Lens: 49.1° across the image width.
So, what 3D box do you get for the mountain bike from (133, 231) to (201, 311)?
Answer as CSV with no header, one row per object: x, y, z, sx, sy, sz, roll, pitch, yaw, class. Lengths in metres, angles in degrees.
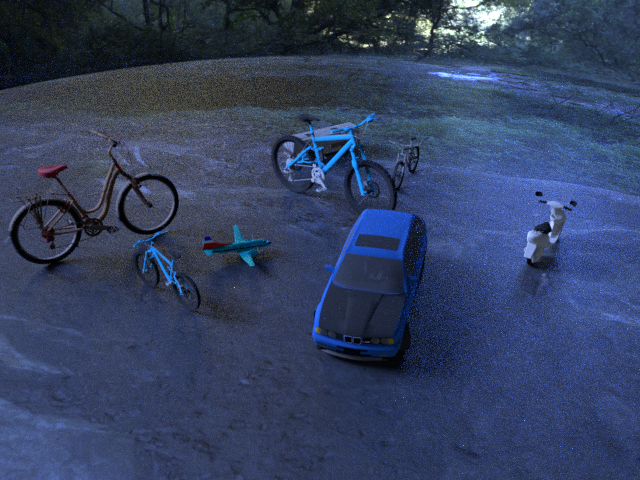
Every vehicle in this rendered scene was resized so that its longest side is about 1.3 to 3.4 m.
-2.175,0.430,9.829,1.469,0.868,0.573,24,37,36,mountain bike

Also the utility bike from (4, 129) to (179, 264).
-3.578,-0.724,10.909,2.791,1.839,1.039,-19,34,-30,utility bike

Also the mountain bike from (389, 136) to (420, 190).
1.654,-1.536,13.373,0.573,0.868,1.469,13,31,22,mountain bike

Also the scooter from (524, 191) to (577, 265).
3.555,-0.211,10.933,0.662,0.919,1.399,20,35,32,scooter

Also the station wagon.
0.771,0.453,9.733,1.327,0.920,3.105,7,30,13,station wagon

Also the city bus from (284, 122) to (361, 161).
0.057,-2.056,14.732,1.674,0.460,0.476,-17,33,-28,city bus

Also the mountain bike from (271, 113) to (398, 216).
0.180,-1.376,12.241,2.857,1.688,1.114,23,36,35,mountain bike

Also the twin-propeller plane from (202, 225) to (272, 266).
-1.293,0.058,10.974,1.095,0.407,1.370,-8,30,-15,twin-propeller plane
